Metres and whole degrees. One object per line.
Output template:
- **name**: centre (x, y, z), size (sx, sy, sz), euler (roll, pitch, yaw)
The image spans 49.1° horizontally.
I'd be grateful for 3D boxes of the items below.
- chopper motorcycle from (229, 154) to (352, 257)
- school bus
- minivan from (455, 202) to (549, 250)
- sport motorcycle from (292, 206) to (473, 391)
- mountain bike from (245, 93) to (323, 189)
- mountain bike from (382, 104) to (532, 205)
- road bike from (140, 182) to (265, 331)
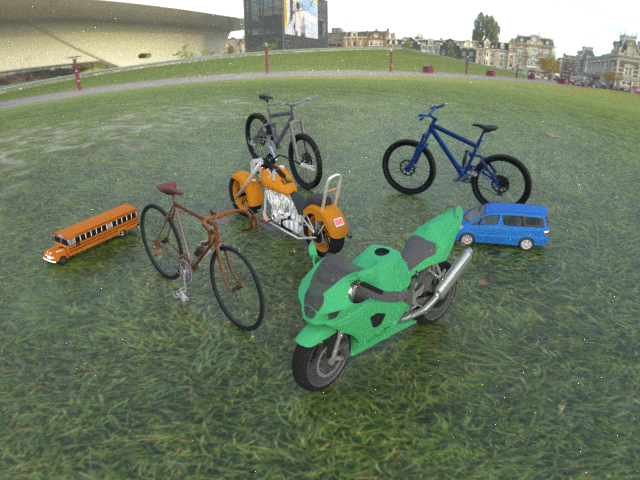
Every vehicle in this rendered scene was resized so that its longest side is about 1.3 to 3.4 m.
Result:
- **chopper motorcycle**: centre (-0.613, -0.757, 11.492), size (0.906, 1.480, 3.040), euler (-19, 31, -34)
- **school bus**: centre (-3.699, -0.104, 11.338), size (0.365, 0.434, 1.708), euler (16, 30, 31)
- **minivan**: centre (2.939, -0.265, 11.465), size (1.548, 0.616, 0.681), euler (5, 26, 10)
- **sport motorcycle**: centre (0.766, 0.647, 8.426), size (0.983, 1.596, 2.955), euler (23, 34, 40)
- **mountain bike**: centre (-0.794, -2.104, 14.062), size (1.114, 1.688, 2.857), euler (-16, 30, -30)
- **mountain bike**: centre (2.452, -1.462, 12.723), size (2.857, 1.688, 1.114), euler (14, 29, 26)
- **road bike**: centre (-1.695, 0.104, 9.491), size (0.697, 1.656, 3.004), euler (-21, 33, -37)
